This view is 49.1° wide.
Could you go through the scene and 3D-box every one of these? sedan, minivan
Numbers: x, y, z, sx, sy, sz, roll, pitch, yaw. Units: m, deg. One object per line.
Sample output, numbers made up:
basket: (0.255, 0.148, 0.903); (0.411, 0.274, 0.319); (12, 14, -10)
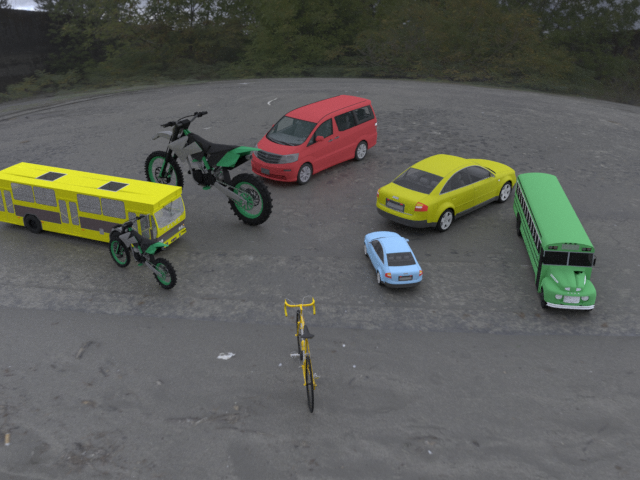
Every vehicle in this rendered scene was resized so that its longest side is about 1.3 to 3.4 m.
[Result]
sedan: (2.306, -1.002, 12.318); (3.137, 0.940, 1.235); (-23, 34, -39)
minivan: (-0.085, -2.094, 14.308); (1.324, 1.197, 3.011); (20, 32, 35)
sedan: (1.056, 0.200, 10.329); (0.635, 0.483, 1.613); (-4, 26, -8)

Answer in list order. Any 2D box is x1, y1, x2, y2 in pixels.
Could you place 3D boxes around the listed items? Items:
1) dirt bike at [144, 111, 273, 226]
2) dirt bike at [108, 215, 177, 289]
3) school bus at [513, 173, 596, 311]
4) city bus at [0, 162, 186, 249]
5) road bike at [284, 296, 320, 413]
dirt bike: (-2.009, -1.255, 12.004); (2.903, 1.666, 1.024); (16, 30, 30)
dirt bike: (-2.577, 0.155, 9.990); (1.493, 0.857, 0.527); (19, 32, 35)
school bus: (3.453, -0.055, 10.445); (0.709, 0.844, 3.322); (3, 26, 6)
city bus: (-3.800, -0.535, 11.393); (3.255, 0.894, 0.926); (10, 27, 20)
road bike: (-0.174, 1.209, 7.787); (0.358, 0.852, 1.545); (-3, 26, -7)
